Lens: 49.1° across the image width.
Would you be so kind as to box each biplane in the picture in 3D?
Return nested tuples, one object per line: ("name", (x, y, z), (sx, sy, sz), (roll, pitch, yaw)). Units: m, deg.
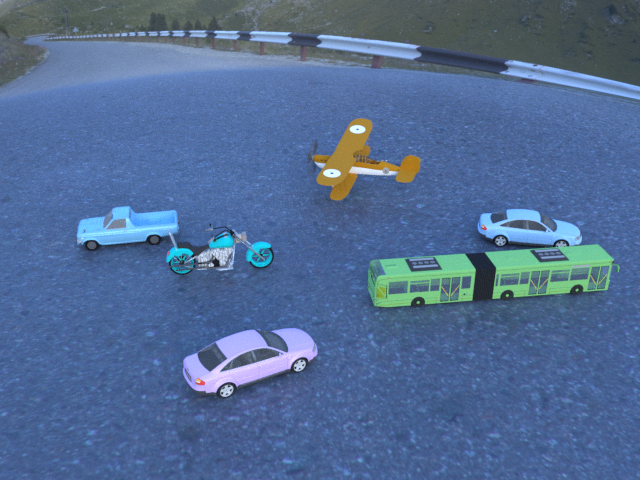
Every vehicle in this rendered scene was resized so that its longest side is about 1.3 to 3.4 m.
("biplane", (0.782, -1.365, 12.900), (2.120, 0.981, 2.598), (8, 28, 16))

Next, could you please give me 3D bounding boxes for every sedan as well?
("sedan", (-0.789, 1.336, 8.145), (1.613, 0.483, 0.635), (-14, 30, -26))
("sedan", (3.343, -0.200, 11.161), (1.613, 0.483, 0.635), (5, 27, 9))

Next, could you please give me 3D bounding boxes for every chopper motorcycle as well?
("chopper motorcycle", (-1.458, 0.122, 10.224), (1.563, 0.761, 0.466), (-6, 28, -12))

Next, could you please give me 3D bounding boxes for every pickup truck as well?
("pickup truck", (-3.069, -0.237, 11.203), (1.603, 0.511, 0.640), (-6, 28, -11))

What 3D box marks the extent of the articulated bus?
("articulated bus", (2.381, 0.494, 9.712), (3.401, 0.561, 0.605), (-4, 27, -7))
